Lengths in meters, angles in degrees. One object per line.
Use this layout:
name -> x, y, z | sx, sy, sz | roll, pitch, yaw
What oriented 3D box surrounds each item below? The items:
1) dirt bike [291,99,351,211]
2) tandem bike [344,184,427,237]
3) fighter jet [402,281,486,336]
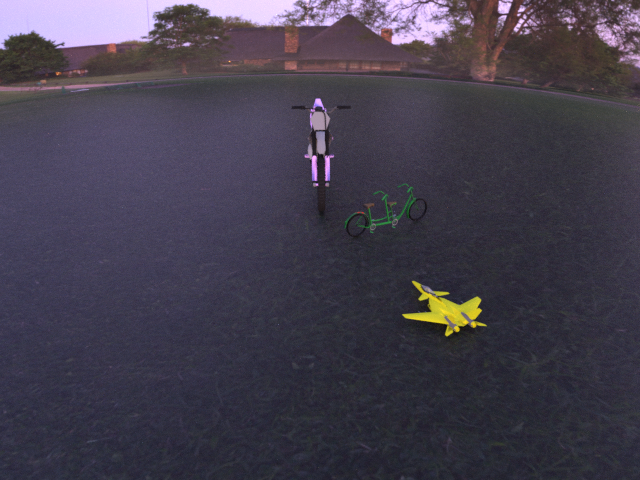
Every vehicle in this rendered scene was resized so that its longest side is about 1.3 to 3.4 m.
dirt bike -> 0.010, -1.708, 12.671 | 1.024, 1.666, 2.903 | -1, 26, -1
tandem bike -> 1.088, -0.493, 11.302 | 1.642, 0.682, 0.283 | -15, 30, -27
fighter jet -> 1.553, 0.767, 9.169 | 1.147, 0.286, 1.358 | -11, 28, -21
